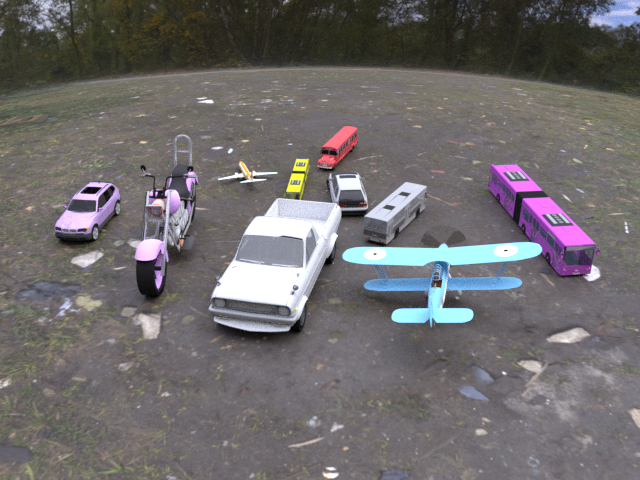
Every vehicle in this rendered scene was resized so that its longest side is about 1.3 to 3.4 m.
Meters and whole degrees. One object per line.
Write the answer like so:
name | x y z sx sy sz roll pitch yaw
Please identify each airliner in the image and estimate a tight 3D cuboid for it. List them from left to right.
airliner | -1.431 -1.382 13.585 1.161 0.429 1.307 -8 28 -15

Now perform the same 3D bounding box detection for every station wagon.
station wagon | 0.495 -0.946 12.680 0.682 0.473 1.597 -2 27 -3

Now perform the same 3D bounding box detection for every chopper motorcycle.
chopper motorcycle | -2.309 -0.452 10.602 0.906 1.480 3.040 1 27 2

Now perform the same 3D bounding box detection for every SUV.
SUV | -3.863 -0.505 11.697 0.656 0.580 1.572 3 27 6

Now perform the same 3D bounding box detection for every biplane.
biplane | 1.506 0.551 9.181 2.598 0.981 2.120 6 28 12

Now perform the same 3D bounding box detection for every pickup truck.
pickup truck | -0.528 0.165 9.928 1.244 0.993 3.117 6 28 11

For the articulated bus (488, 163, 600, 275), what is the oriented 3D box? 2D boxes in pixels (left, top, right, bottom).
articulated bus | 3.564 -0.445 11.600 0.605 0.561 3.401 -3 27 -5

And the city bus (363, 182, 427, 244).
city bus | 1.282 -0.452 11.725 0.476 0.460 1.674 14 30 26

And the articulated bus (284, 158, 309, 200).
articulated bus | -0.417 -1.122 13.231 0.311 0.289 1.749 2 27 4

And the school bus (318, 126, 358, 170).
school bus | 0.380 -1.924 14.644 0.365 0.434 1.708 9 28 18
